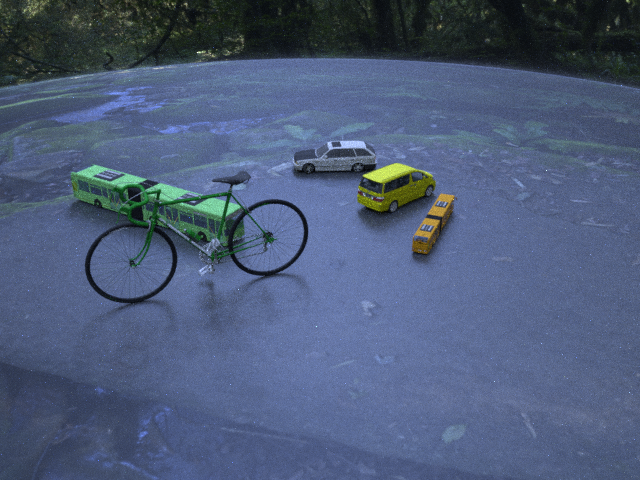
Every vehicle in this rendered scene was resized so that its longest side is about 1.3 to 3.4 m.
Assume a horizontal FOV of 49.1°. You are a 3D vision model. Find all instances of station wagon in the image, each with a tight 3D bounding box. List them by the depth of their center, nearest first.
[{"bbox_3d":[0.273,-1.607,13.356,1.597,0.473,0.682,-2,28,-4],"label":"station wagon"}]

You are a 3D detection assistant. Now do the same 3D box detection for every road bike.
[{"bbox_3d":[-1.553,-0.079,9.171,3.004,1.656,0.697,-11,30,-20],"label":"road bike"}]

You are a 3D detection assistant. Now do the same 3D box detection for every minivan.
[{"bbox_3d":[1.343,-0.961,11.972,1.548,0.616,0.681,-24,36,-37],"label":"minivan"}]

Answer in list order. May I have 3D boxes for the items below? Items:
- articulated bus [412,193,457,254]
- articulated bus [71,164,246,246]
[{"bbox_3d":[1.807,-0.281,11.026,0.311,0.289,1.749,11,30,20],"label":"articulated bus"},{"bbox_3d":[-2.684,-0.606,11.353,3.401,0.561,0.605,16,32,28],"label":"articulated bus"}]
